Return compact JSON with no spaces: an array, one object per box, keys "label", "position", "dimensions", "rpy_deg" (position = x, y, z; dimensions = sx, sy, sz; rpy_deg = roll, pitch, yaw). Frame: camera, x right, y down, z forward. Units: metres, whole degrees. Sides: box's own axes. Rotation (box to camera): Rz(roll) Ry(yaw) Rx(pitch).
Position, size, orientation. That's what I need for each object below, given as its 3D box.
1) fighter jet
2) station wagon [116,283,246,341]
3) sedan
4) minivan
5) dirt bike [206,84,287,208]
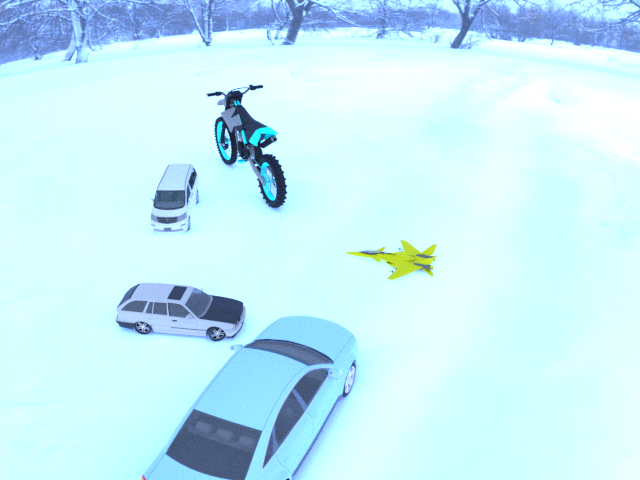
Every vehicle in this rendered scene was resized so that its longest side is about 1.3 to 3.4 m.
[{"label":"fighter jet","position":[1.009,0.200,10.147],"dimensions":[1.358,0.286,1.147],"rpy_deg":[7,31,13]},{"label":"station wagon","position":[-1.735,0.859,8.804],"dimensions":[1.597,0.473,0.682],"rpy_deg":[4,30,7]},{"label":"sedan","position":[-0.546,1.609,7.020],"dimensions":[1.235,0.940,3.137],"rpy_deg":[12,32,20]},{"label":"minivan","position":[-2.353,-0.688,11.369],"dimensions":[0.681,0.616,1.548],"rpy_deg":[0,30,0]},{"label":"dirt bike","position":[-1.296,-1.738,12.148],"dimensions":[1.024,1.666,2.903],"rpy_deg":[-15,33,-25]}]
